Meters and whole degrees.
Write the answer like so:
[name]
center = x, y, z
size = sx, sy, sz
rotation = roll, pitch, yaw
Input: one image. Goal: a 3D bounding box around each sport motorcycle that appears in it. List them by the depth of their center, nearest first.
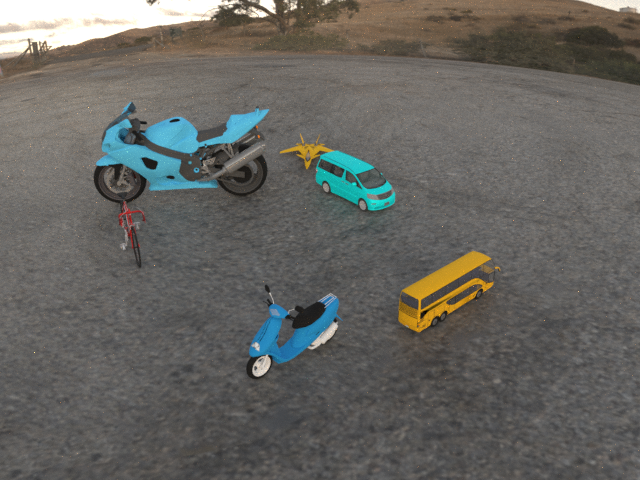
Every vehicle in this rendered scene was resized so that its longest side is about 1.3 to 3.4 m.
[sport motorcycle]
center = -2.297, -1.423, 11.658
size = 2.955, 1.596, 0.983
rotation = -4, 28, -8

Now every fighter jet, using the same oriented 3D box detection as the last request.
[fighter jet]
center = -0.220, -1.721, 13.603
size = 1.147, 0.286, 1.358
rotation = 1, 28, 2

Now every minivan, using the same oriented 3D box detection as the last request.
[minivan]
center = 0.602, -1.016, 11.937
size = 0.681, 0.616, 1.548
rotation = -21, 35, -34

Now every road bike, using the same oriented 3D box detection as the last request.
[road bike]
center = -2.779, -0.217, 10.192
size = 0.358, 0.852, 1.545
rotation = -11, 30, -20

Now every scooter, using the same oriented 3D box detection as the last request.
[scooter]
center = -0.278, 0.960, 7.921
size = 1.399, 0.919, 0.662
rotation = -23, 36, -36

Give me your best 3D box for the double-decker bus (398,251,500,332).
[double-decker bus]
center = 1.663, 0.622, 8.953
size = 1.672, 0.541, 0.389
rotation = -24, 36, -37
